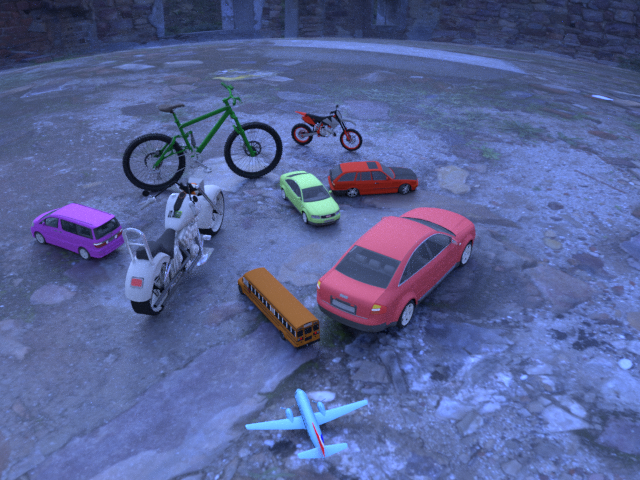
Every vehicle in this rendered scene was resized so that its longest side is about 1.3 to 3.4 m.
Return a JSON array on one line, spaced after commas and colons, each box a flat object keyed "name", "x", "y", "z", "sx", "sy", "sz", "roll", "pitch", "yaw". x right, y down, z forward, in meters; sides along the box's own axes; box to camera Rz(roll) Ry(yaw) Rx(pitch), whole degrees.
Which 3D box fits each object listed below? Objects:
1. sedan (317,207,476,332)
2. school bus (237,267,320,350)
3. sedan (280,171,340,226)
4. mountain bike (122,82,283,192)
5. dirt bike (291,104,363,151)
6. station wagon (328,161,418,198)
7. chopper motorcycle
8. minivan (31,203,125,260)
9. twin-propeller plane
[{"name": "sedan", "x": 1.173, "y": 0.195, "z": 9.826, "sx": 1.235, "sy": 0.940, "sz": 3.137, "roll": 20, "pitch": 37, "yaw": 30}, {"name": "school bus", "x": -0.595, "y": 0.830, "z": 9.262, "sx": 0.365, "sy": 0.434, "sz": 1.708, "roll": -18, "pitch": 36, "yaw": -27}, {"name": "sedan", "x": -0.181, "y": -0.770, "z": 11.869, "sx": 0.635, "sy": 0.483, "sz": 1.613, "roll": -13, "pitch": 33, "yaw": -21}, {"name": "mountain bike", "x": -2.049, "y": -1.740, "z": 12.312, "sx": 2.857, "sy": 1.688, "sz": 1.114, "roll": -9, "pitch": 32, "yaw": -15}, {"name": "dirt bike", "x": 0.129, "y": -2.227, "z": 13.925, "sx": 1.493, "sy": 0.857, "sz": 0.527, "roll": 9, "pitch": 32, "yaw": 15}, {"name": "station wagon", "x": 0.954, "y": -1.122, "z": 12.462, "sx": 1.597, "sy": 0.473, "sz": 0.682, "roll": -4, "pitch": 31, "yaw": -6}, {"name": "chopper motorcycle", "x": -1.980, "y": -0.192, "z": 9.944, "sx": 0.906, "sy": 1.480, "sz": 3.040, "roll": 6, "pitch": 32, "yaw": 10}, {"name": "minivan", "x": -3.783, "y": -0.201, "z": 10.796, "sx": 1.548, "sy": 0.616, "sz": 0.681, "roll": 16, "pitch": 35, "yaw": 25}, {"name": "twin-propeller plane", "x": -0.103, "y": 1.910, "z": 7.496, "sx": 1.370, "sy": 0.407, "sz": 1.095, "roll": -9, "pitch": 32, "yaw": -14}]
